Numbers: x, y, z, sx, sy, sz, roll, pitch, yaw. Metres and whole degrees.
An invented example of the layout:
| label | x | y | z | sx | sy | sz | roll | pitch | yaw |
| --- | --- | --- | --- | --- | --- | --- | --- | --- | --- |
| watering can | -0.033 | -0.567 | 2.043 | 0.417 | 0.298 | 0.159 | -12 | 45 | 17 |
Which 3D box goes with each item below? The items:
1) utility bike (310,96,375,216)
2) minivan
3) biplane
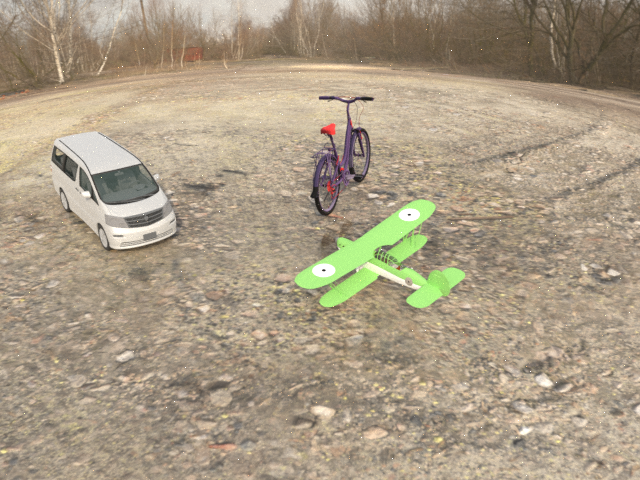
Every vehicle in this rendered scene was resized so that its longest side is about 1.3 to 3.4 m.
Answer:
| label | x | y | z | sx | sy | sz | roll | pitch | yaw |
| --- | --- | --- | --- | --- | --- | --- | --- | --- | --- |
| utility bike | 0.329 | -1.635 | 12.599 | 1.039 | 1.839 | 2.791 | 11 | 29 | 20 |
| minivan | -3.548 | -0.883 | 11.825 | 1.324 | 1.197 | 3.011 | -19 | 32 | -32 |
| biplane | 0.898 | 0.367 | 9.598 | 2.598 | 0.981 | 2.120 | -23 | 35 | -38 |
